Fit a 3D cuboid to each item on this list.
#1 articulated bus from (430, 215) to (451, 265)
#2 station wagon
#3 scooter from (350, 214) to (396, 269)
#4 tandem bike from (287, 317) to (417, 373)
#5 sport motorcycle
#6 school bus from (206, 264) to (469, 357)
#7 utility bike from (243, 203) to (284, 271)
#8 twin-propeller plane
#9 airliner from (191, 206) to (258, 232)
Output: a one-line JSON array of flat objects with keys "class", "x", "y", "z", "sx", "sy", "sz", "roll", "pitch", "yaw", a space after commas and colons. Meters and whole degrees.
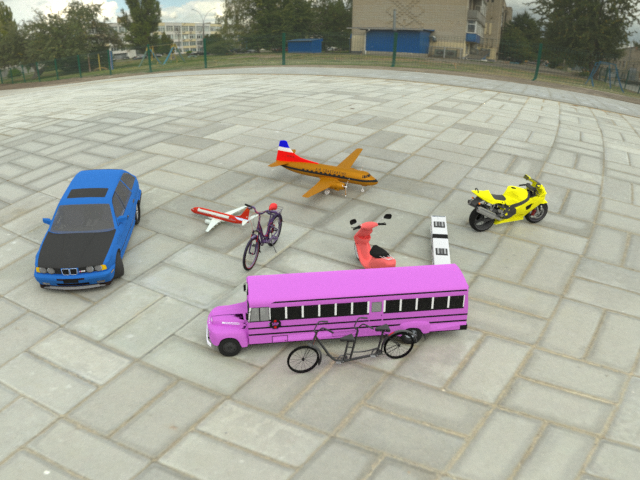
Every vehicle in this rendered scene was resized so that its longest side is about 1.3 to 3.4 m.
[{"class": "articulated bus", "x": 1.885, "y": 0.101, "z": 11.021, "sx": 0.311, "sy": 0.289, "sz": 1.749, "roll": 3, "pitch": 28, "yaw": 6}, {"class": "station wagon", "x": -3.634, "y": -0.309, "z": 11.120, "sx": 1.327, "sy": 0.920, "sz": 3.105, "roll": -2, "pitch": 28, "yaw": -4}, {"class": "scooter", "x": 0.792, "y": 0.138, "z": 10.276, "sx": 0.662, "sy": 0.919, "sz": 1.399, "roll": -9, "pitch": 29, "yaw": -17}, {"class": "tandem bike", "x": 0.404, "y": 1.240, "z": 8.441, "sx": 1.642, "sy": 0.682, "sz": 0.283, "roll": -6, "pitch": 29, "yaw": -12}, {"class": "sport motorcycle", "x": 3.187, "y": -0.591, "z": 11.763, "sx": 1.520, "sy": 0.821, "sz": 0.506, "roll": -8, "pitch": 29, "yaw": -15}, {"class": "school bus", "x": 0.202, "y": 0.865, "z": 8.977, "sx": 3.322, "sy": 0.844, "sz": 0.709, "roll": -3, "pitch": 28, "yaw": -6}, {"class": "utility bike", "x": -0.821, "y": -0.160, "z": 10.812, "sx": 0.535, "sy": 0.946, "sz": 1.435, "roll": 10, "pitch": 29, "yaw": 19}, {"class": "twin-propeller plane", "x": 0.109, "y": -1.398, "z": 13.323, "sx": 2.129, "sy": 0.792, "sz": 2.663, "roll": 12, "pitch": 30, "yaw": 21}, {"class": "airliner", "x": -1.708, "y": -0.493, "z": 11.996, "sx": 1.307, "sy": 0.429, "sz": 1.161, "roll": 15, "pitch": 31, "yaw": 26}]
